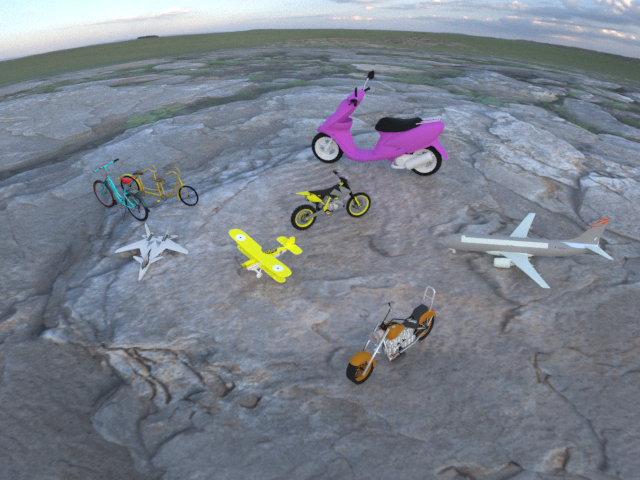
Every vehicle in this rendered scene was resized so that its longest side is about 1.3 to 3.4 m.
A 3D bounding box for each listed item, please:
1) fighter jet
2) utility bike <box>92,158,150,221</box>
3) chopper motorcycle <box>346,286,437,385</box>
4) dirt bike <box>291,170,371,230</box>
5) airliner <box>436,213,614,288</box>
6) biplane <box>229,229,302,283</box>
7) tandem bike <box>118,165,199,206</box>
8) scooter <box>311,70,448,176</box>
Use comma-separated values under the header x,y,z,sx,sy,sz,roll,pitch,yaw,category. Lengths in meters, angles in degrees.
x,y,z,sx,sy,sz,roll,pitch,yaw,category
-2.642,0.180,10.846,1.147,0.286,1.358,1,30,2,fighter jet
-3.459,-0.829,11.922,1.435,0.946,0.535,20,36,30,utility bike
0.911,1.170,8.680,1.563,0.761,0.466,-26,39,-37,chopper motorcycle
0.194,-0.657,11.715,1.493,0.857,0.527,-13,33,-22,dirt bike
3.089,-0.072,10.735,2.541,0.835,2.257,5,31,8,airliner
-0.778,0.248,10.515,1.090,0.504,1.336,-25,38,-36,biplane
-2.906,-1.008,12.490,1.642,0.682,0.283,11,32,17,tandem bike
1.128,-2.170,13.386,2.721,1.786,1.288,9,32,15,scooter
